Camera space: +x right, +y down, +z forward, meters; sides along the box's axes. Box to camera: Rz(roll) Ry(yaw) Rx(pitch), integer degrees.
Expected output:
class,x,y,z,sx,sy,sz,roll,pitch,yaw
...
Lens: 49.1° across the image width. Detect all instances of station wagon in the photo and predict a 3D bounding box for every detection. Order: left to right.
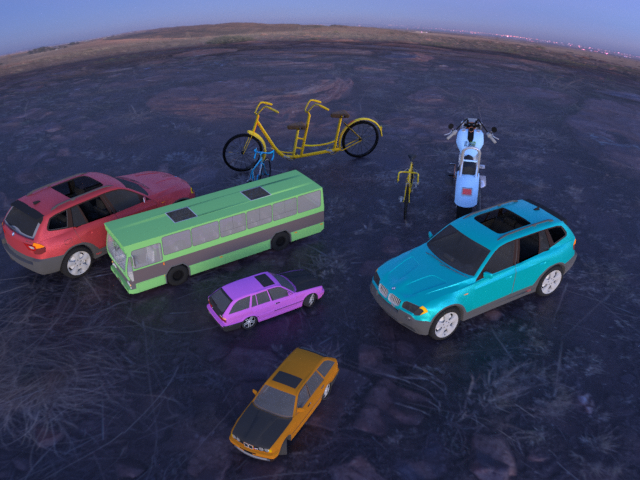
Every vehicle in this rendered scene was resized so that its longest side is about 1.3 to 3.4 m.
class,x,y,z,sx,sy,sz,roll,pitch,yaw
station wagon,-0.715,0.727,9.524,1.597,0.473,0.682,-17,35,-27
station wagon,-0.378,1.751,7.806,0.682,0.473,1.597,15,34,24

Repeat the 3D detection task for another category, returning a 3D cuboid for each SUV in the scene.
class,x,y,z,sx,sy,sz,roll,pitch,yaw
SUV,-3.362,-0.479,10.908,1.276,1.128,3.058,24,38,34
SUV,2.157,0.284,9.627,3.058,1.128,1.276,-17,35,-26

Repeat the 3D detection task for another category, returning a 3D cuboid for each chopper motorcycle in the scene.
class,x,y,z,sx,sy,sz,roll,pitch,yaw
chopper motorcycle,2.603,-1.478,12.239,0.906,1.480,3.040,6,31,10

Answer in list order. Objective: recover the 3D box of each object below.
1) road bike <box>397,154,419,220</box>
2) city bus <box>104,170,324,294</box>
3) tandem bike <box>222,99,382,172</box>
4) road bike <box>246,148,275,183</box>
class,x,y,z,sx,sy,sz,roll,pitch,yaw
road bike,1.533,-0.983,12.023,0.358,0.852,1.545,6,31,10
city bus,-1.502,-0.151,10.586,3.255,0.894,0.926,-19,36,-28
tandem bike,-0.294,-2.048,13.346,3.192,1.326,0.550,-9,32,-14
road bike,-1.093,-1.055,12.144,0.358,0.852,1.545,7,32,12
